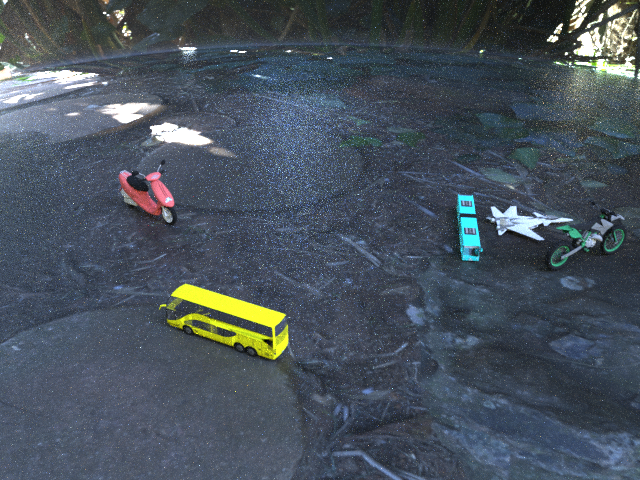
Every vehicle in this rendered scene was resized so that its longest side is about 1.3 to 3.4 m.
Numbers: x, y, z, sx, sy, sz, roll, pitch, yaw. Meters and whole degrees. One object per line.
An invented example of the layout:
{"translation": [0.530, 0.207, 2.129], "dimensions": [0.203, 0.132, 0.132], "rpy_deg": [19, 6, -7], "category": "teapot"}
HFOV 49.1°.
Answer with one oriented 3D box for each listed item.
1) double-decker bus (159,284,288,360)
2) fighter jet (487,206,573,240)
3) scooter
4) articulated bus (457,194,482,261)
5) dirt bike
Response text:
{"translation": [-1.177, 0.975, 8.551], "dimensions": [1.672, 0.541, 0.389], "rpy_deg": [14, 33, 23], "category": "double-decker bus"}
{"translation": [3.401, -0.350, 11.135], "dimensions": [1.358, 0.286, 1.147], "rpy_deg": [-4, 30, -7], "category": "fighter jet"}
{"translation": [-2.818, -0.824, 11.329], "dimensions": [1.399, 0.919, 0.662], "rpy_deg": [22, 36, 34], "category": "scooter"}
{"translation": [2.298, -0.221, 10.905], "dimensions": [0.311, 0.289, 1.749], "rpy_deg": [4, 30, 6], "category": "articulated bus"}
{"translation": [3.861, -0.061, 10.050], "dimensions": [1.493, 0.857, 0.527], "rpy_deg": [-13, 32, -21], "category": "dirt bike"}
